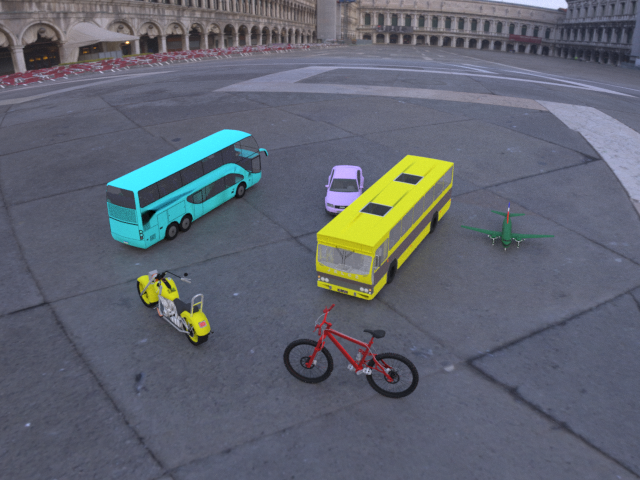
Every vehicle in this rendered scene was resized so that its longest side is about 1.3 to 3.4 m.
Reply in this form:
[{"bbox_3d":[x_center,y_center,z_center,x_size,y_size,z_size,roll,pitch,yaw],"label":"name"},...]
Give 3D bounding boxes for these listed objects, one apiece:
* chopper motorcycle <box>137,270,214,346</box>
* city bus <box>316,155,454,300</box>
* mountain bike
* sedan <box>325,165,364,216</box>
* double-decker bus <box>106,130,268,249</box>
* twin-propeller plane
[{"bbox_3d":[-1.814,0.700,8.469,0.466,0.761,1.563,-21,34,-35],"label":"chopper motorcycle"},{"bbox_3d":[1.038,-0.265,10.185,0.926,0.894,3.255,13,30,24],"label":"city bus"},{"bbox_3d":[0.313,1.222,7.347,1.469,0.868,0.573,7,28,14],"label":"mountain bike"},{"bbox_3d":[0.423,-0.899,11.856,0.635,0.483,1.613,2,27,4],"label":"sedan"},{"bbox_3d":[-2.043,-0.926,11.290,0.756,1.052,3.251,15,31,26],"label":"double-decker bus"},{"bbox_3d":[2.836,-0.204,10.597,1.370,0.407,1.095,7,28,13],"label":"twin-propeller plane"}]
